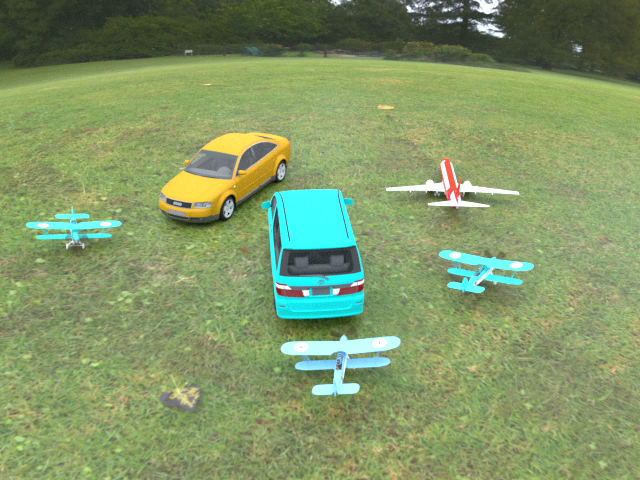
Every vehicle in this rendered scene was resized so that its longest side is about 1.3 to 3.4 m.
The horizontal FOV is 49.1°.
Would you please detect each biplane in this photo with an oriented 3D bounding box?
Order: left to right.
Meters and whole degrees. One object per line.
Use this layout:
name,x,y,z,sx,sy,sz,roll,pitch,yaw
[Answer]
biplane,-3.743,-0.181,10.730,1.336,0.504,1.090,-10,29,-18
biplane,0.200,1.377,7.751,1.336,0.504,1.090,3,28,6
biplane,2.150,0.462,9.501,1.336,0.504,1.090,19,33,31

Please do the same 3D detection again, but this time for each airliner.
airliner,2.291,-1.135,12.197,2.257,0.835,2.541,2,28,4

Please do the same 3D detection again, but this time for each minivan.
minivan,-0.128,-0.055,9.742,1.324,1.197,3.011,-3,28,-5

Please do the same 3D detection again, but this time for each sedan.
sedan,-1.608,-1.249,12.303,1.235,0.940,3.137,13,30,23
